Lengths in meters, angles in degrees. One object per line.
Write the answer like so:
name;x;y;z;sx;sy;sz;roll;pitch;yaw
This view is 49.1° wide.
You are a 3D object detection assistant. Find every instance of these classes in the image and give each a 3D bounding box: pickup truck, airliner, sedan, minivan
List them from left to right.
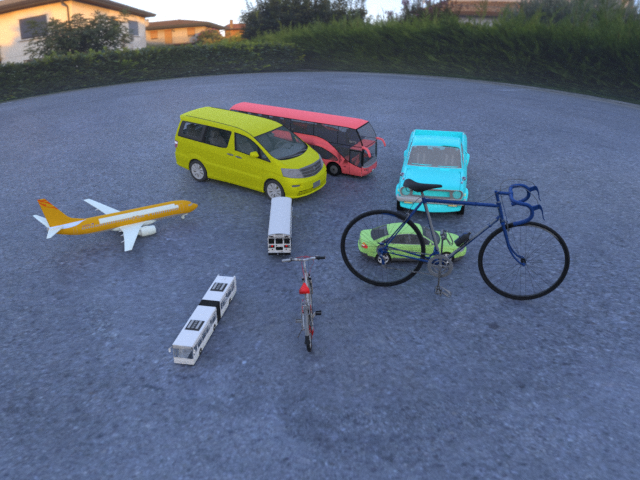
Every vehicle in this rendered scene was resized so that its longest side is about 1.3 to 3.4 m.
airliner;-3.143;-0.501;11.121;2.541;0.835;2.257;-15;30;-28
minivan;-1.304;-1.641;13.036;3.011;1.197;1.324;17;31;30
sedan;1.377;0.022;10.454;1.613;0.483;0.635;0;26;0
pickup truck;2.110;-1.419;12.814;1.244;0.993;3.117;5;27;10

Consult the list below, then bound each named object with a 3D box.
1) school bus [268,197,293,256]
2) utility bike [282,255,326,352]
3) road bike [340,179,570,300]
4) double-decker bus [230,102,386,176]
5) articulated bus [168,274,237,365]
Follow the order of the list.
school bus;-0.621;-0.267;11.098;0.365;0.434;1.708;-1;26;-1
utility bike;-0.198;0.700;8.545;0.535;0.946;1.435;0;26;0
road bike;1.752;-0.021;9.208;3.004;1.656;0.696;5;27;10
double-decker bus;-0.329;-2.009;13.950;3.251;1.052;0.756;13;29;25
articulated bus;-1.419;0.954;8.773;0.311;0.289;1.749;5;27;9
